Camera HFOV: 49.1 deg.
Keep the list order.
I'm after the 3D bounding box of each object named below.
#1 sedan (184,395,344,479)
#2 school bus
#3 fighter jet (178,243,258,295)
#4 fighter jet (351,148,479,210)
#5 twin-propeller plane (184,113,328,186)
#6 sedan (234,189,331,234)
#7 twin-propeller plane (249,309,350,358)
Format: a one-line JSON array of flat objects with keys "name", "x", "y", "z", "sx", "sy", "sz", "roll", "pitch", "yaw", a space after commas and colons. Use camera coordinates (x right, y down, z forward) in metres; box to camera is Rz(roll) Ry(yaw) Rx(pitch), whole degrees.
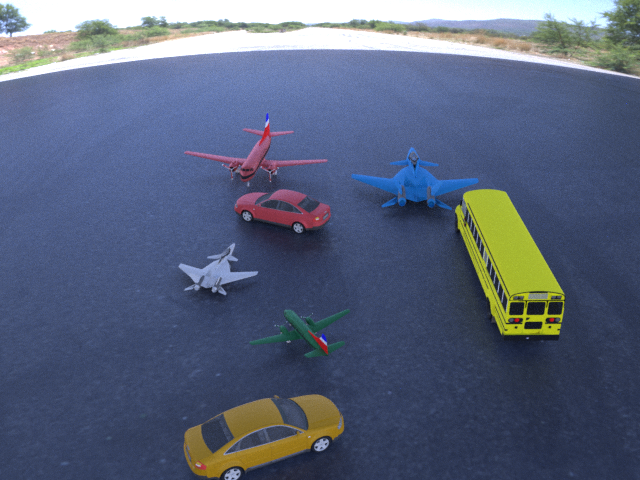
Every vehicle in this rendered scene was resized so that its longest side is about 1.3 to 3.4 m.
[{"name": "sedan", "x": -0.532, "y": 1.865, "z": 6.897, "sx": 1.613, "sy": 0.483, "sz": 0.635, "roll": -12, "pitch": 32, "yaw": -21}, {"name": "school bus", "x": 2.466, "y": 0.156, "z": 9.578, "sx": 0.709, "sy": 0.844, "sz": 3.322, "roll": 0, "pitch": 29, "yaw": -1}, {"name": "fighter jet", "x": -1.414, "y": 0.298, "z": 9.895, "sx": 1.147, "sy": 0.286, "sz": 1.358, "roll": 5, "pitch": 30, "yaw": 10}, {"name": "fighter jet", "x": 1.690, "y": -1.314, "z": 12.498, "sx": 2.229, "sy": 0.557, "sz": 2.640, "roll": 2, "pitch": 29, "yaw": 4}, {"name": "twin-propeller plane", "x": -1.151, "y": -1.662, "z": 12.878, "sx": 2.663, "sy": 0.792, "sz": 2.129, "roll": 4, "pitch": 30, "yaw": 8}, {"name": "sedan", "x": -0.616, "y": -0.529, "z": 11.172, "sx": 1.613, "sy": 0.483, "sz": 0.635, "roll": 13, "pitch": 32, "yaw": 22}, {"name": "twin-propeller plane", "x": -0.178, "y": 1.063, "z": 8.406, "sx": 1.370, "sy": 0.407, "sz": 1.095, "roll": -16, "pitch": 33, "yaw": -26}]
